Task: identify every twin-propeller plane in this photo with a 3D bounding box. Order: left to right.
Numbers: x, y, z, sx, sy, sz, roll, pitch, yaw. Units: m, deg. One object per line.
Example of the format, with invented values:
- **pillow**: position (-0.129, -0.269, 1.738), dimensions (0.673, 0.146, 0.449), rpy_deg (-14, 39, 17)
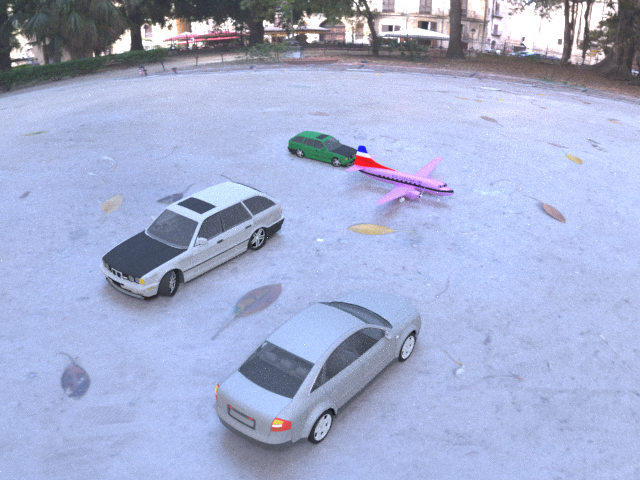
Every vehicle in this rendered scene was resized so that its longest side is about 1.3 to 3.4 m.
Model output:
- **twin-propeller plane**: position (1.568, -1.255, 13.308), dimensions (2.129, 0.792, 2.663), rpy_deg (17, 32, 28)

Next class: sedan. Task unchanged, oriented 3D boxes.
- **sedan**: position (0.106, 1.294, 8.349), dimensions (1.235, 0.940, 3.137), rpy_deg (20, 34, 33)

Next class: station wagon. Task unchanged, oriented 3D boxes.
- **station wagon**: position (-1.965, -0.120, 11.033), dimensions (1.327, 0.920, 3.105), rpy_deg (21, 34, 34)
- **station wagon**: position (0.081, -1.991, 15.033), dimensions (1.597, 0.473, 0.682), rpy_deg (18, 33, 30)
